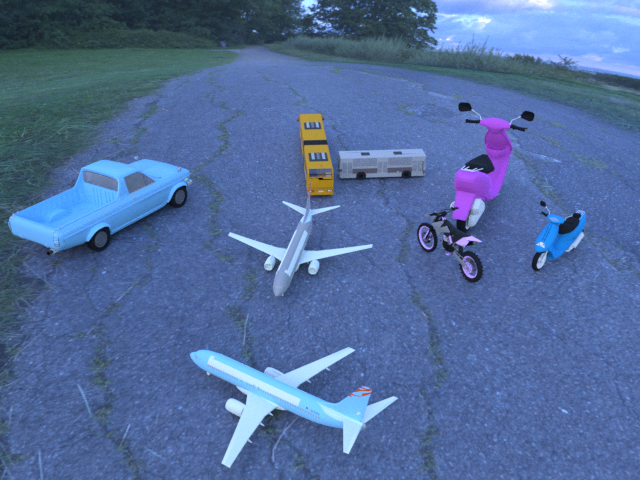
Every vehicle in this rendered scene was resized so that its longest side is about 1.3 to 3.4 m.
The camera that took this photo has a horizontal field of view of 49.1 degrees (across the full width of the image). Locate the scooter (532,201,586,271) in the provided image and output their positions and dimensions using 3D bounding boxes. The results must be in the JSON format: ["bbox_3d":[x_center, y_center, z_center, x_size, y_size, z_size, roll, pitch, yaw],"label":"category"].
[{"bbox_3d":[3.639,-0.129,10.571,1.399,0.919,0.662,-24,36,-37],"label":"scooter"}]

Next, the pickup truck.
[{"bbox_3d":[-3.522,-0.712,11.594,1.244,0.993,3.117,16,32,27],"label":"pickup truck"}]

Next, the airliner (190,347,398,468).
[{"bbox_3d":[-0.500,1.491,7.600,2.541,0.835,2.257,18,33,30],"label":"airliner"}]

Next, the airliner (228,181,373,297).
[{"bbox_3d":[-0.365,-0.035,10.484,2.257,0.835,2.541,5,28,9],"label":"airliner"}]

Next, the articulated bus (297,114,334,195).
[{"bbox_3d":[-0.097,-1.787,14.086,0.605,0.561,3.401,-2,28,-3],"label":"articulated bus"}]

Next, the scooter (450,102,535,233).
[{"bbox_3d":[2.801,-1.303,11.862,1.288,1.786,2.721,14,31,24],"label":"scooter"}]

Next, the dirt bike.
[{"bbox_3d":[1.912,0.005,10.384,0.527,0.857,1.493,-15,31,-26],"label":"dirt bike"}]

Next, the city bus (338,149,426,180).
[{"bbox_3d":[1.192,-1.462,13.581,1.674,0.460,0.476,-2,28,-4],"label":"city bus"}]
